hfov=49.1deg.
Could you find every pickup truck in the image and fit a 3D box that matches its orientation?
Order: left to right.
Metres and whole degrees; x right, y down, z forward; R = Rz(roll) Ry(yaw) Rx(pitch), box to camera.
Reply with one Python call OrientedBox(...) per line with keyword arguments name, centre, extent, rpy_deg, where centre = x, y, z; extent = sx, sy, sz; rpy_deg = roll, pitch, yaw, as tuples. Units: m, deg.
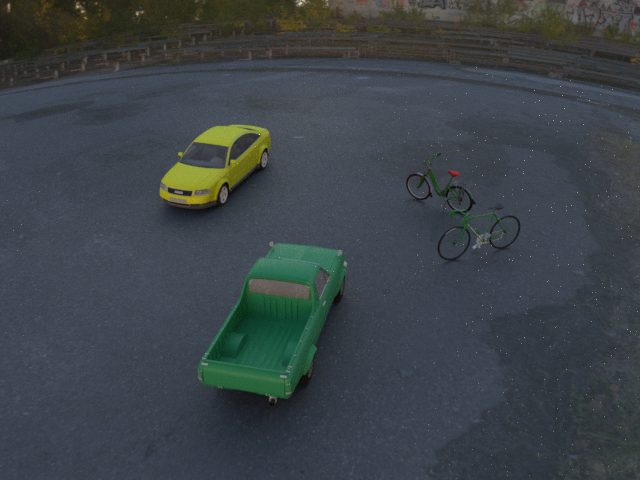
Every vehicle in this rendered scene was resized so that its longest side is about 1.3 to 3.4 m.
OrientedBox(name="pickup truck", centre=(-0.495, 0.854, 9.053), extent=(1.244, 0.993, 3.117), rpy_deg=(7, 29, 12))

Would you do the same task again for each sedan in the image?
OrientedBox(name="sedan", centre=(-1.963, -1.563, 13.504), extent=(1.235, 0.940, 3.137), rpy_deg=(10, 30, 17))

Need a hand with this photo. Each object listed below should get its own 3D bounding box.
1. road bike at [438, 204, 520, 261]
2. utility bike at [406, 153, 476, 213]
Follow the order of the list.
OrientedBox(name="road bike", centre=(2.530, -0.146, 11.017), extent=(1.545, 0.852, 0.358), rpy_deg=(-11, 31, -20))
OrientedBox(name="utility bike", centre=(2.124, -0.998, 12.469), extent=(1.435, 0.946, 0.535), rpy_deg=(21, 35, 34))
